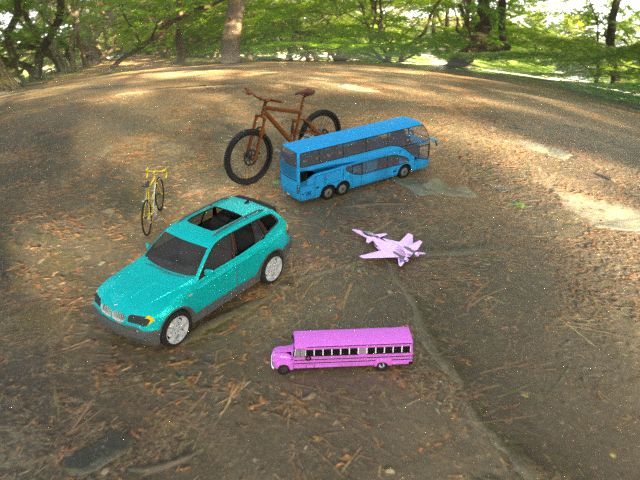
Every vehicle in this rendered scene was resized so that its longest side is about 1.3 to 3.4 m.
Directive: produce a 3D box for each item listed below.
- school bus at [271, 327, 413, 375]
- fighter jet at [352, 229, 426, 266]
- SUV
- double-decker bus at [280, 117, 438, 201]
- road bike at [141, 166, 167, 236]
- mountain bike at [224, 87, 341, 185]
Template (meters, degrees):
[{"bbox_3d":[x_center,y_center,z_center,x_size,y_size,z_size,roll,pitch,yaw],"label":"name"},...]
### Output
[{"bbox_3d":[0.259,1.330,8.492,1.708,0.434,0.365,-2,28,-3],"label":"school bus"},{"bbox_3d":[0.989,-0.015,11.155,1.147,0.286,1.358,-23,36,-36],"label":"fighter jet"},{"bbox_3d":[-1.676,0.304,9.669,1.276,1.128,3.058,19,34,32],"label":"SUV"},{"bbox_3d":[0.763,-1.575,13.253,3.251,1.052,0.756,-18,33,-29],"label":"double-decker bus"},{"bbox_3d":[-2.831,-0.699,11.831,0.358,0.852,1.545,1,28,1],"label":"road bike"},{"bbox_3d":[-0.672,-2.102,13.561,2.857,1.688,1.114,-22,35,-35],"label":"mountain bike"}]
